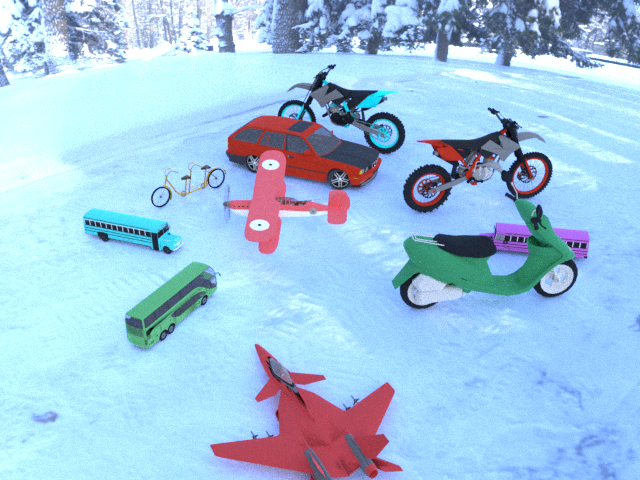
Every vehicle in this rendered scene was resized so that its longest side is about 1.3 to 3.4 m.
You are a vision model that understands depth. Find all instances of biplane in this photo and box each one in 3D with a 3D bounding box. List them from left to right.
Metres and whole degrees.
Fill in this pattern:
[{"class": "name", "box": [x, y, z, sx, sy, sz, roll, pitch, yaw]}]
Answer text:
[{"class": "biplane", "box": [-0.562, -0.524, 11.562, 2.120, 0.981, 2.598, 1, 30, 2]}]

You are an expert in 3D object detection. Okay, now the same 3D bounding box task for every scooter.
[{"class": "scooter", "box": [2.353, 0.115, 9.619, 2.721, 1.786, 1.288, -4, 30, -8]}]

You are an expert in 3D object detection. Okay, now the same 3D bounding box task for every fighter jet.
[{"class": "fighter jet", "box": [-0.238, 1.773, 7.942, 2.229, 0.557, 2.640, -14, 32, -23]}]

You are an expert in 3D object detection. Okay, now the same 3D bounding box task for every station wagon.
[{"class": "station wagon", "box": [-0.317, -1.819, 13.904, 3.105, 0.920, 1.327, 13, 32, 22]}]

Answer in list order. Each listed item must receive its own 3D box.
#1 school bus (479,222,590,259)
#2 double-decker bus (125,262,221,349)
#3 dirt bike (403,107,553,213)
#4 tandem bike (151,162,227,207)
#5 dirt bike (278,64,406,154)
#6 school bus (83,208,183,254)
[{"class": "school bus", "box": [3.374, 0.012, 11.170, 1.708, 0.434, 0.365, 6, 30, 10]}, {"class": "double-decker bus", "box": [-1.991, 0.841, 9.602, 0.389, 0.541, 1.672, 14, 33, 24]}, {"class": "dirt bike", "box": [2.852, -1.371, 12.359, 2.903, 1.666, 1.024, -8, 30, -13]}, {"class": "tandem bike", "box": [-2.400, -1.099, 12.876, 1.642, 0.682, 0.283, -24, 38, -36]}, {"class": "dirt bike", "box": [0.415, -2.746, 14.783, 2.903, 1.666, 1.024, 11, 31, 19]}, {"class": "school bus", "box": [-3.055, -0.156, 11.467, 1.708, 0.434, 0.365, 10, 31, 17]}]
